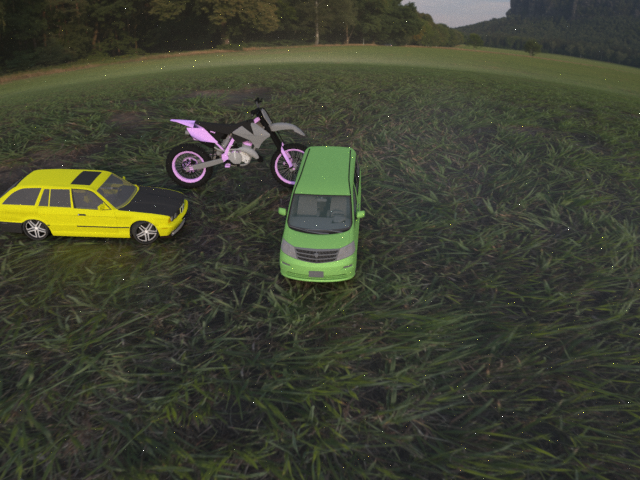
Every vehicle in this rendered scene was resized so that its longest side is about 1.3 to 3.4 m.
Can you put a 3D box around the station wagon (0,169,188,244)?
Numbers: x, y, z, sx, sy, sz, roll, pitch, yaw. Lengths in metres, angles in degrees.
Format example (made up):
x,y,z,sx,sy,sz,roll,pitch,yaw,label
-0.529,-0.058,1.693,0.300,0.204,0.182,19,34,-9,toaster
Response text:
x,y,z,sx,sy,sz,roll,pitch,yaw,label
-3.821,-0.638,11.865,3.105,0.920,1.327,2,28,4,station wagon

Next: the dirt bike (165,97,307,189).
x,y,z,sx,sy,sz,roll,pitch,yaw,label
-1.488,-1.739,13.147,2.903,1.666,1.024,1,28,1,dirt bike

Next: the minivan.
x,y,z,sx,sy,sz,roll,pitch,yaw,label
0.071,-0.482,11.274,1.324,1.197,3.011,2,28,4,minivan
